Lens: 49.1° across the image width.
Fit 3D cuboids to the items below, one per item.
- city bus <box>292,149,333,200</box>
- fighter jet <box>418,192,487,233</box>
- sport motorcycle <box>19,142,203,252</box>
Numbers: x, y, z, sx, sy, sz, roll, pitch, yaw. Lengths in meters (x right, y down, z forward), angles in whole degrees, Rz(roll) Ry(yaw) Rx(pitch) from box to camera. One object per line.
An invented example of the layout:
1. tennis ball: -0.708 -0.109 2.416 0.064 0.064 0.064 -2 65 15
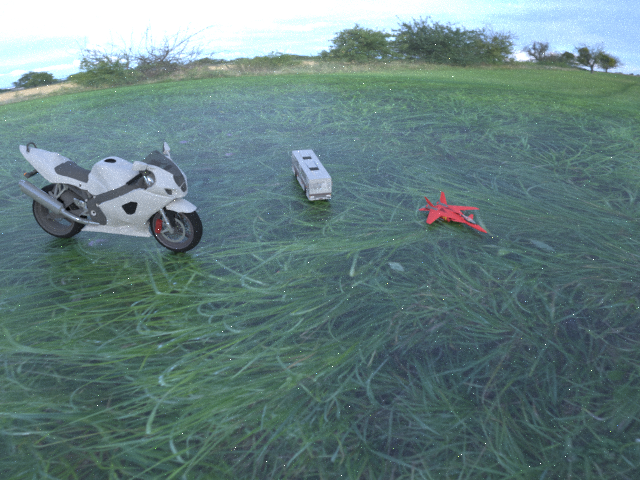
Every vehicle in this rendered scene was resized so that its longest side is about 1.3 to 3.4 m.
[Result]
1. city bus: -0.178 -1.232 13.258 0.476 0.460 1.674 -6 26 -12
2. fighter jet: 2.334 -0.442 11.818 1.147 0.286 1.358 -16 30 -29
3. sport motorcycle: -3.211 -0.665 10.773 2.955 1.596 0.983 7 27 14
